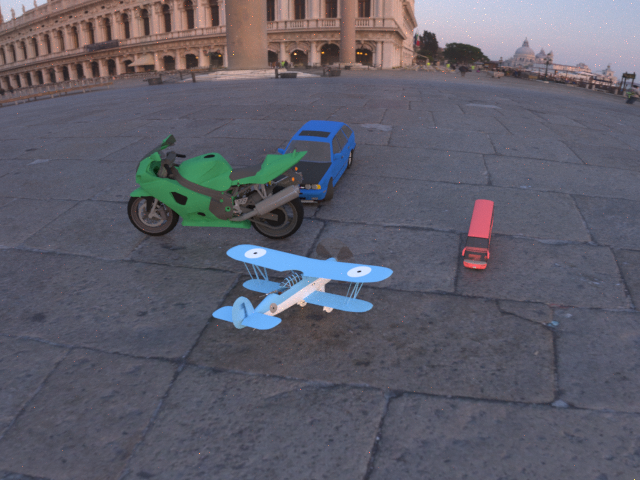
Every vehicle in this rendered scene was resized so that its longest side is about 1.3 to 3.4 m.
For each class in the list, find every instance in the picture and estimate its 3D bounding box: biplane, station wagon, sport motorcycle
[{"bbox_3d":[-0.404,0.642,8.979,2.598,0.981,2.120,18,31,33],"label":"biplane"},{"bbox_3d":[-0.123,-1.644,13.817,1.327,0.920,3.105,6,26,13],"label":"station wagon"},{"bbox_3d":[-1.671,-0.776,11.225,2.955,1.596,0.983,1,26,3],"label":"sport motorcycle"}]

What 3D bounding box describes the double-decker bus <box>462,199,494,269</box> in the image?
[{"bbox_3d":[2.516,-0.096,11.026,0.389,0.541,1.672,7,26,14],"label":"double-decker bus"}]
